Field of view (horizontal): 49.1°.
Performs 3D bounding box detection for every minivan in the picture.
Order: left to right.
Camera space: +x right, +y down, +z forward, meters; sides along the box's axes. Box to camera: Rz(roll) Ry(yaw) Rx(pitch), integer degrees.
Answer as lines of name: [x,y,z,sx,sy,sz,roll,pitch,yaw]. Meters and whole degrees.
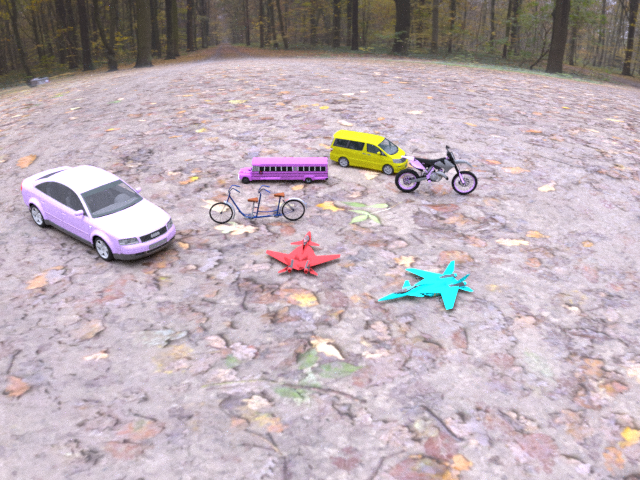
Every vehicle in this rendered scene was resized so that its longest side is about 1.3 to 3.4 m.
minivan: [0.981,-1.755,13.891,1.548,0.616,0.681,12,31,22]

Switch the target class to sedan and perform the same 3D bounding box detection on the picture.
sedan: [-3.644,-0.579,11.360,3.137,0.940,1.235,21,35,34]

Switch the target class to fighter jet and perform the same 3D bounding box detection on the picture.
fighter jet: [-0.247,0.098,10.790,1.147,0.286,1.358,3,28,6]
fighter jet: [1.421,0.631,9.798,1.358,0.286,1.147,-11,30,-20]

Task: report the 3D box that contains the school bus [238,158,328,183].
school bus: [-0.700,-1.328,13.289,1.708,0.434,0.365,0,28,0]

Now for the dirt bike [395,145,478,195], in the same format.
dirt bike: [2.112,-1.234,12.666,1.493,0.857,0.527,3,28,6]

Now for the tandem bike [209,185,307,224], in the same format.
tandem bike: [-1.030,-0.600,11.671,1.642,0.682,0.283,-3,28,-5]
